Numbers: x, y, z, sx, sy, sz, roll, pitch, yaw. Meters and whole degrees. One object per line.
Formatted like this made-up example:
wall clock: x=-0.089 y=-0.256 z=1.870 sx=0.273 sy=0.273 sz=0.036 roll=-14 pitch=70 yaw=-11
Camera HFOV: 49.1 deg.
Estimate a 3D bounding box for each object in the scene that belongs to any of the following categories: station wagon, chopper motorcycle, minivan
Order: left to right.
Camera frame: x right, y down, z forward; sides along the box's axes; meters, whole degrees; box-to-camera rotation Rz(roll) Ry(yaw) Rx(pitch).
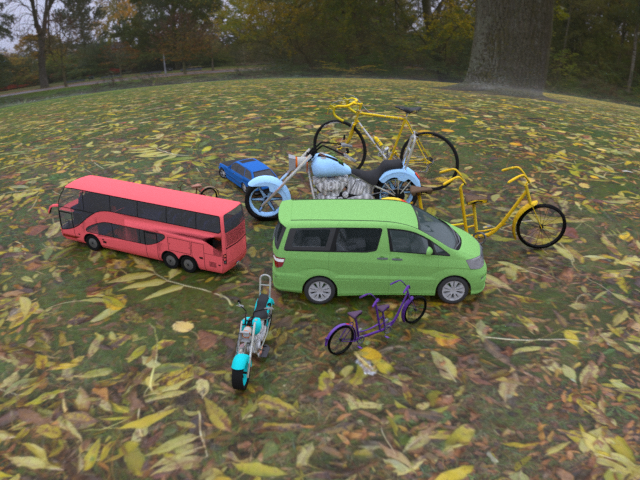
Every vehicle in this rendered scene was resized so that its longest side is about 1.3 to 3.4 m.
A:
station wagon: x=-1.423 y=-1.338 z=13.682 sx=0.682 sy=0.473 sz=1.597 roll=-16 pitch=30 yaw=-29
chopper motorcycle: x=-0.799 y=1.071 z=8.347 sx=0.466 sy=0.761 sz=1.563 roll=4 pitch=26 yaw=8
chopper motorcycle: x=0.224 y=-1.068 z=11.961 sx=3.040 sy=1.480 sz=0.906 roll=-2 pitch=26 yaw=-3
minivan: x=0.836 y=0.105 z=9.851 sx=3.011 sy=1.197 sz=1.324 roll=0 pitch=26 yaw=0

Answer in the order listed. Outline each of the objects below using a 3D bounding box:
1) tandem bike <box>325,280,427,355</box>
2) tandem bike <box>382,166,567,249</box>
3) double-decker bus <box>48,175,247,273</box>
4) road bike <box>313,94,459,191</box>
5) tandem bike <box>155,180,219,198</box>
tandem bike: x=0.729 y=0.937 z=8.716 sx=1.642 sy=0.682 sz=0.283 roll=-17 pitch=31 yaw=-31
tandem bike: x=2.260 y=-0.486 z=10.930 sx=3.192 sy=1.326 sz=0.550 roll=2 pitch=26 yaw=3
double-decker bus: x=-2.681 y=-0.280 z=10.818 sx=3.251 sy=1.052 sz=0.756 roll=11 pitch=28 yaw=22
road bike: x=1.218 y=-1.870 z=13.425 sx=3.004 sy=1.656 sz=0.697 roll=12 pitch=28 yaw=23
tandem bike: x=-2.445 y=-0.707 z=12.132 sx=1.642 sy=0.682 sz=0.283 roll=-21 pitch=33 yaw=-36
